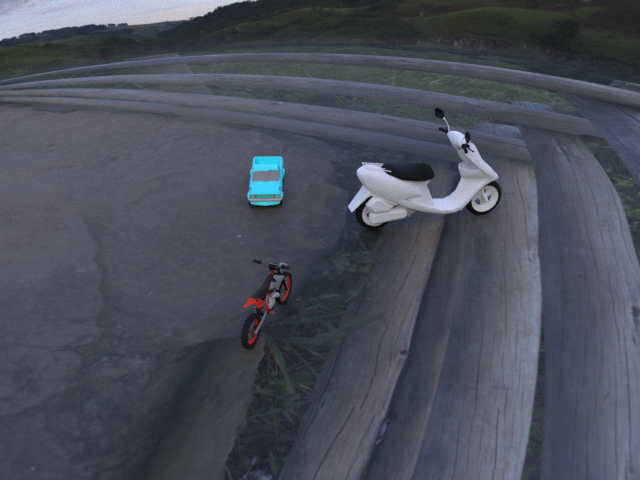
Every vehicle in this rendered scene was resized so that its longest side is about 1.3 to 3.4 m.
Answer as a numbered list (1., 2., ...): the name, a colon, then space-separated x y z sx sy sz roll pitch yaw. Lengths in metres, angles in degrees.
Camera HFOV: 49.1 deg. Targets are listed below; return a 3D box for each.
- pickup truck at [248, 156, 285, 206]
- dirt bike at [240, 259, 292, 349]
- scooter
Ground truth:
1. pickup truck: -0.977 -1.148 12.801 0.640 0.511 1.603 -1 31 -1
2. dirt bike: -0.697 0.750 9.245 0.527 0.857 1.493 11 32 18
3. scooter: 1.794 -1.082 11.435 2.721 1.786 1.288 -8 31 -13
